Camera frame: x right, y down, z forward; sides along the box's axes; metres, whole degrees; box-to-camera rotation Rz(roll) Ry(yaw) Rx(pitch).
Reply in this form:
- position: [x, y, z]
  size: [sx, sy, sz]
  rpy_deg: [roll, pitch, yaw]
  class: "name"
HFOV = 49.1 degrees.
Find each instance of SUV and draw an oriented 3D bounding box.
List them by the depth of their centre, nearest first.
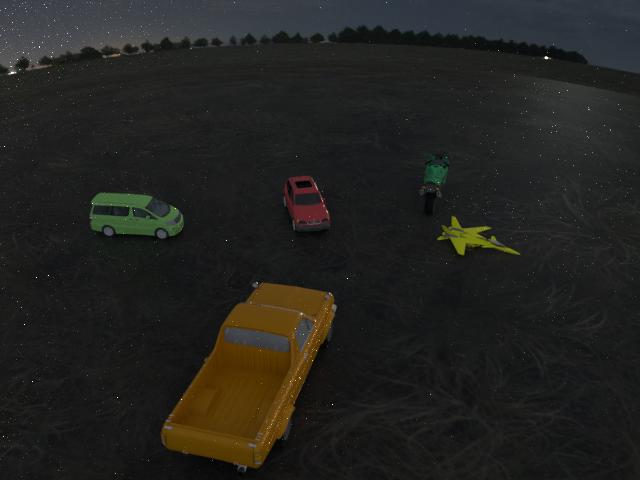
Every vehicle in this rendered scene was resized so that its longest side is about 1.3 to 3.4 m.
- position: [-0.259, -0.675, 12.572]
  size: [0.656, 0.580, 1.572]
  rpy_deg: [-6, 29, -10]
  class: "SUV"

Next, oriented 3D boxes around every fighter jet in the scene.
- position: [2.705, -0.027, 11.698]
  size: [1.358, 0.286, 1.147]
  rpy_deg: [19, 34, 30]
  class: "fighter jet"

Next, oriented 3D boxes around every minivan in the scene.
- position: [-3.162, -0.438, 12.104]
  size: [1.548, 0.616, 0.681]
  rpy_deg: [3, 29, 5]
  class: "minivan"

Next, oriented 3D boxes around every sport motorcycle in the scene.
- position: [2.133, -1.077, 13.053]
  size: [0.506, 0.821, 1.520]
  rpy_deg: [7, 30, 13]
  class: "sport motorcycle"

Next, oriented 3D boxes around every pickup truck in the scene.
- position: [-0.714, 1.402, 8.368]
  size: [1.244, 0.993, 3.117]
  rpy_deg: [8, 30, 14]
  class: "pickup truck"
